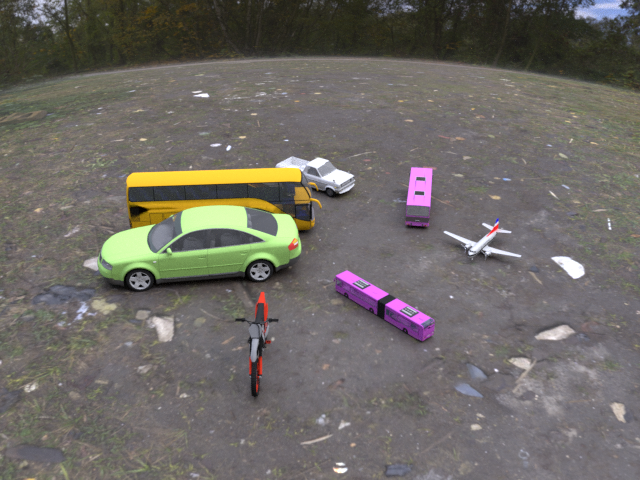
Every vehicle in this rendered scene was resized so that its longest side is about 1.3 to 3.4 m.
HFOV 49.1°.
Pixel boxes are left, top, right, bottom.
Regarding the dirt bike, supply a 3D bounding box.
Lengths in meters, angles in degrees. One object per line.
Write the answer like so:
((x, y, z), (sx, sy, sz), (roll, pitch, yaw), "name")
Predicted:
((-0.762, 1.243, 8.815), (0.527, 0.857, 1.493), (1, 29, 1), "dirt bike")

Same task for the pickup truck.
((-0.104, -1.321, 13.759), (1.603, 0.511, 0.640), (19, 34, 31), "pickup truck")

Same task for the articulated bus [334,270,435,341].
((0.884, 0.912, 9.990), (0.311, 0.289, 1.749), (-24, 37, -36), "articulated bus")

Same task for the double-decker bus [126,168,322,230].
((-1.620, -0.642, 11.988), (3.251, 1.052, 0.756), (-2, 29, -4), "double-decker bus")

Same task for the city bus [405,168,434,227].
((1.825, -0.788, 12.857), (0.476, 0.460, 1.674), (5, 30, 8), "city bus")

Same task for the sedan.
((-1.863, 0.034, 10.894), (3.137, 0.940, 1.235), (-4, 29, -8), "sedan")

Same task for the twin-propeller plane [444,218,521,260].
((2.700, -0.005, 11.509), (1.370, 0.407, 1.095), (20, 35, 32), "twin-propeller plane")
